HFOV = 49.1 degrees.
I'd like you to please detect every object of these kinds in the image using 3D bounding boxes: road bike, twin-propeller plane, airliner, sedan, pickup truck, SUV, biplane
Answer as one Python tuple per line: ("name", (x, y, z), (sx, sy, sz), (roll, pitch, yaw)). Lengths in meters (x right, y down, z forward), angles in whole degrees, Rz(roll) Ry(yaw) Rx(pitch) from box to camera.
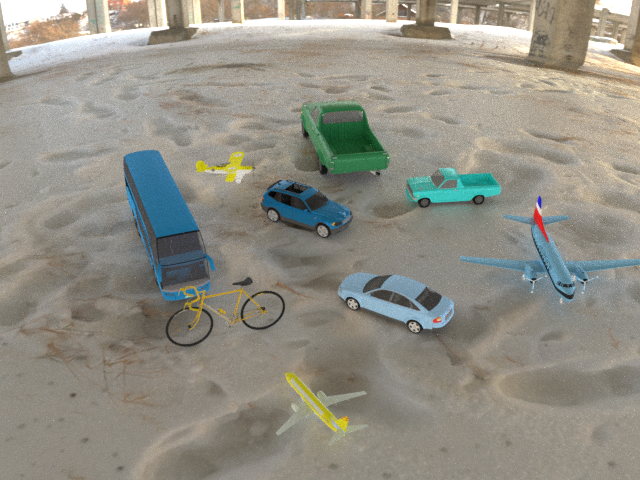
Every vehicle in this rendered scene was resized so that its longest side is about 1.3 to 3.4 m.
("road bike", (-1.173, 0.882, 8.765), (1.545, 0.852, 0.358), (-11, 32, -18))
("twin-propeller plane", (3.327, 0.136, 10.080), (2.663, 0.792, 2.129), (1, 31, 1))
("airliner", (-0.047, 1.744, 7.726), (1.161, 0.429, 1.307), (-18, 35, -28))
("sedan", (0.992, 0.750, 9.349), (1.613, 0.483, 0.635), (18, 35, 27))
("pickup truck", (0.418, -2.124, 13.692), (1.244, 0.993, 3.117), (-6, 31, -10))
("SUV", (-0.224, -0.550, 11.444), (1.572, 0.580, 0.656), (18, 35, 27))
("pickup truck", (2.312, -0.954, 12.193), (1.603, 0.511, 0.640), (-3, 31, -6))
("biplane", (-1.712, -1.307, 12.792), (1.090, 0.504, 1.336), (0, 31, 0))

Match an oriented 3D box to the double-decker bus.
("double-decker bus", (-2.361, -0.284, 10.534), (0.756, 1.052, 3.251), (-12, 33, -19))
